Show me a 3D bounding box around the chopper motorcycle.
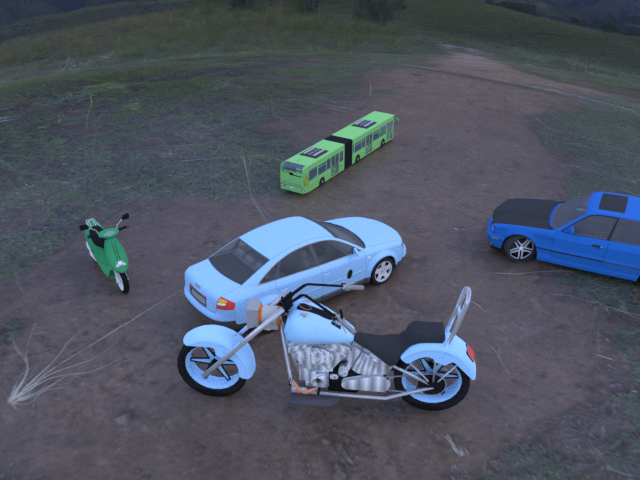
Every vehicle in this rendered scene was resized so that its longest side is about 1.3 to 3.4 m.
[{"bbox_3d":[0.040,1.019,7.020,3.040,1.480,0.906,4,28,7],"label":"chopper motorcycle"}]

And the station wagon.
[{"bbox_3d":[3.926,-0.128,9.745,3.105,0.920,1.327,13,31,23],"label":"station wagon"}]

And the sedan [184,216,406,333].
[{"bbox_3d":[-0.228,0.233,9.054,3.137,0.940,1.235,-20,34,-32],"label":"sedan"}]

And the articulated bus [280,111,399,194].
[{"bbox_3d":[0.426,-1.686,13.023,0.605,0.561,3.401,17,32,28],"label":"articulated bus"}]

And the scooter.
[{"bbox_3d":[-2.873,0.071,9.376,0.662,0.919,1.399,-18,33,-30],"label":"scooter"}]
